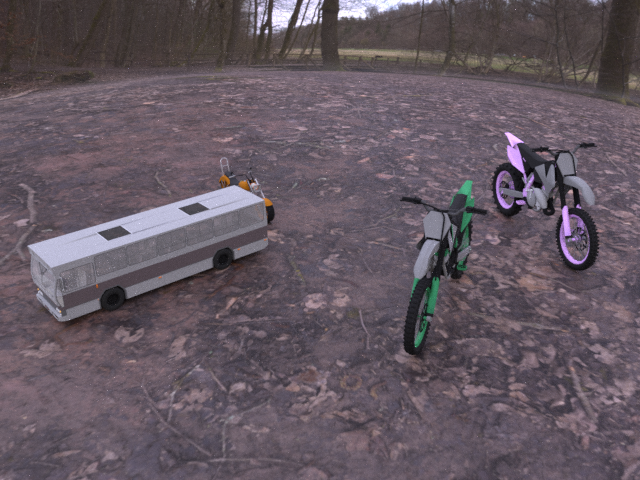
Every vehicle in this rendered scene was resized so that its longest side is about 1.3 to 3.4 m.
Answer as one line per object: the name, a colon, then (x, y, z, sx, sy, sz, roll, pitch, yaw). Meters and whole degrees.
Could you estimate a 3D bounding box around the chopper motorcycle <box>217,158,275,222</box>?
chopper motorcycle: (-1.273, -0.860, 11.974, 0.466, 0.761, 1.563, -19, 32, -33)

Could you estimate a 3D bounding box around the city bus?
city bus: (-2.272, 0.136, 9.805, 3.255, 0.894, 0.926, -21, 33, -36)

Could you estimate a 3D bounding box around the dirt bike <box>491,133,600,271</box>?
dirt bike: (3.441, -0.766, 10.760, 1.024, 1.666, 2.903, -7, 27, -13)

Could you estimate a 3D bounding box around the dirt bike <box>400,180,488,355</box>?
dirt bike: (1.580, 0.171, 8.862, 1.024, 1.666, 2.903, 11, 28, 21)
